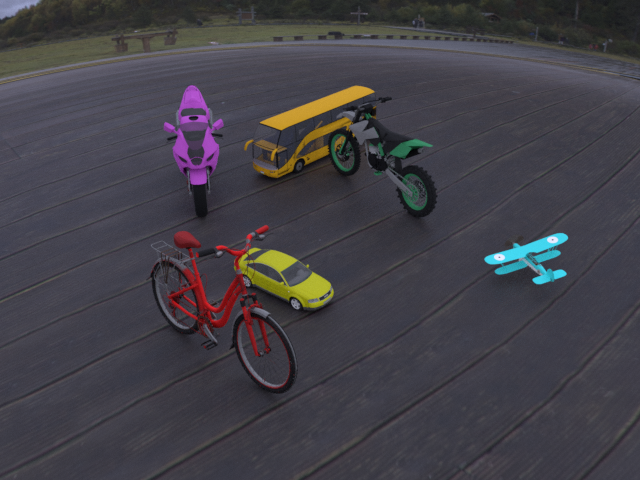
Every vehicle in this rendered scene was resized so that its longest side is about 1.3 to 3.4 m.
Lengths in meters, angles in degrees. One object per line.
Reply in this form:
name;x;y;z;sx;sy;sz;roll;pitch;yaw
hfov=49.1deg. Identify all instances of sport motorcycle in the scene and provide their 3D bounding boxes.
sport motorcycle;-2.222;-1.659;12.599;0.983;1.596;2.955;-5;31;-9

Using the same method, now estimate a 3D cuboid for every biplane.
biplane;3.109;0.328;10.308;1.336;0.504;1.090;-9;32;-15

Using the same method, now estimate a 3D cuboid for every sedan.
sedan;-0.530;0.503;10.033;1.613;0.483;0.635;22;37;32

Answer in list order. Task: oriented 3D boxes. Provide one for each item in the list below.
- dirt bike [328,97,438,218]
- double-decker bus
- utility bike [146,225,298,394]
dirt bike;1.029;-1.558;12.359;1.024;1.666;2.903;-20;36;-30
double-decker bus;-0.079;-2.185;14.026;0.756;1.052;3.251;24;38;35
utility bike;-1.216;0.621;8.499;2.791;1.839;1.039;25;39;36
